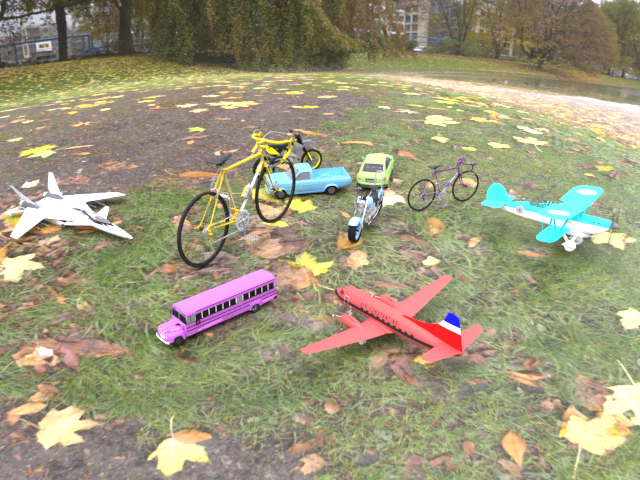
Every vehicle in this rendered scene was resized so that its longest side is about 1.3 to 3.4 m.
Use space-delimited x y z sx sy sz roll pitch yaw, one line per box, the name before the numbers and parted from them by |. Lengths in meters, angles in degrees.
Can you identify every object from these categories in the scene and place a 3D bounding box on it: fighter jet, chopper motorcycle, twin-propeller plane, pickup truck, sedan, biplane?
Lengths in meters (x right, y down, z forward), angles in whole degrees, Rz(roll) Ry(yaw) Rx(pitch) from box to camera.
fighter jet | -4.080 -0.514 11.808 2.640 0.557 2.229 17 31 31
chopper motorcycle | 0.778 -0.572 11.696 0.466 0.761 1.563 10 28 19
twin-propeller plane | 0.915 0.902 8.677 2.663 0.792 2.129 -22 34 -37
pickup truck | -0.233 -1.153 13.155 1.603 0.511 0.640 -6 27 -11
sedan | 1.105 -1.440 13.766 0.635 0.483 1.613 5 27 10
biplane | 3.673 -0.434 11.168 2.120 0.981 2.598 16 31 30

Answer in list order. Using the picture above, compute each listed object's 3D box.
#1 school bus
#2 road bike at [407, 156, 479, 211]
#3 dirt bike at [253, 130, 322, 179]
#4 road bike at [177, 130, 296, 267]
school bus | -1.337 0.871 9.144 1.708 0.434 0.365 -21 33 -37
road bike | 2.216 -0.998 12.457 1.545 0.852 0.358 -13 29 -24
dirt bike | -0.636 -1.683 13.837 1.493 0.857 0.527 -12 29 -23
road bike | -1.230 -0.723 10.991 0.696 1.656 3.004 15 30 28
